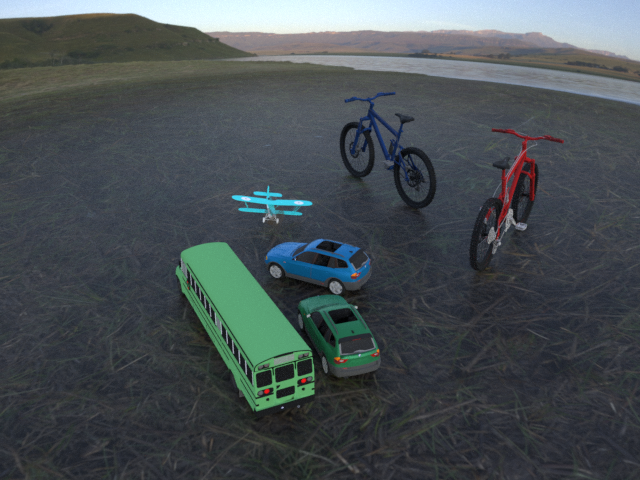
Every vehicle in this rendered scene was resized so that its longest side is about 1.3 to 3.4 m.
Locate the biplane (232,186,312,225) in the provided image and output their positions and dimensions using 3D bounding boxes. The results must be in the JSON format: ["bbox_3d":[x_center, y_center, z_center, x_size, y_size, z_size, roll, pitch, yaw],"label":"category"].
[{"bbox_3d":[-0.817,-0.602,11.869,1.336,0.504,1.090,-4,26,-9],"label":"biplane"}]

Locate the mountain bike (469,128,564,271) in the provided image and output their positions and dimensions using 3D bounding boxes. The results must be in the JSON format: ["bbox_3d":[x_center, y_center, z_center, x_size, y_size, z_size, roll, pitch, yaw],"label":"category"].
[{"bbox_3d":[2.893,-0.678,10.680,1.114,1.688,2.857,16,30,29],"label":"mountain bike"}]

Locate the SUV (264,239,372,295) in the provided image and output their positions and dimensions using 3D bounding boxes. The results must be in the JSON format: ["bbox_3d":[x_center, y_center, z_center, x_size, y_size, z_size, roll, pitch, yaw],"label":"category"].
[{"bbox_3d":[-0.038,0.293,9.958,1.572,0.580,0.656,13,29,25],"label":"SUV"}]

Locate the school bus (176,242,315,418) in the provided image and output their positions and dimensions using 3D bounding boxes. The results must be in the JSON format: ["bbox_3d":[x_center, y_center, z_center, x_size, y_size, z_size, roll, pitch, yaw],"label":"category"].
[{"bbox_3d":[-1.052,0.866,8.490,0.709,0.844,3.322,-12,28,-23],"label":"school bus"}]

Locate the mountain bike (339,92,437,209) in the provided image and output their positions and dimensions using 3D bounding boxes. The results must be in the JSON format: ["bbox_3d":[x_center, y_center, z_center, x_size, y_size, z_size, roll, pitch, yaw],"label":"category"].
[{"bbox_3d":[1.180,-1.682,12.728,1.114,1.688,2.857,-15,30,-28],"label":"mountain bike"}]

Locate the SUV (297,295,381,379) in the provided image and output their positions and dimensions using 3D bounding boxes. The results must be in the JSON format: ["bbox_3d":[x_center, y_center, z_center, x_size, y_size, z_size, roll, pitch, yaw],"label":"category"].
[{"bbox_3d":[0.206,1.049,8.417,0.656,0.580,1.572,-8,27,-16],"label":"SUV"}]
